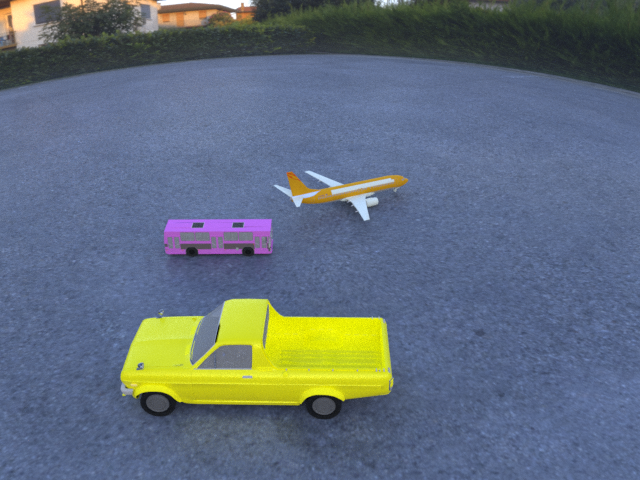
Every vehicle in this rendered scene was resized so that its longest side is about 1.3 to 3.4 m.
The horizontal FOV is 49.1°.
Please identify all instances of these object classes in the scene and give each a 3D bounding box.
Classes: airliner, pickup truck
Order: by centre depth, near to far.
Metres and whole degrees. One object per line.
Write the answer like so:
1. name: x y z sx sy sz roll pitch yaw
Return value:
1. pickup truck: -0.711 1.301 8.163 3.117 0.993 1.244 1 29 1
2. airliner: 0.523 -1.048 12.517 2.541 0.835 2.257 -14 32 -23

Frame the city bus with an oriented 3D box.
1. city bus: -1.591 -0.033 11.090 1.674 0.460 0.476 0 29 0
